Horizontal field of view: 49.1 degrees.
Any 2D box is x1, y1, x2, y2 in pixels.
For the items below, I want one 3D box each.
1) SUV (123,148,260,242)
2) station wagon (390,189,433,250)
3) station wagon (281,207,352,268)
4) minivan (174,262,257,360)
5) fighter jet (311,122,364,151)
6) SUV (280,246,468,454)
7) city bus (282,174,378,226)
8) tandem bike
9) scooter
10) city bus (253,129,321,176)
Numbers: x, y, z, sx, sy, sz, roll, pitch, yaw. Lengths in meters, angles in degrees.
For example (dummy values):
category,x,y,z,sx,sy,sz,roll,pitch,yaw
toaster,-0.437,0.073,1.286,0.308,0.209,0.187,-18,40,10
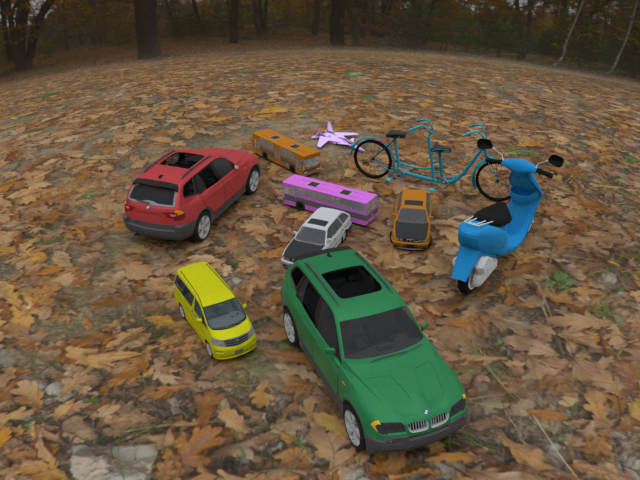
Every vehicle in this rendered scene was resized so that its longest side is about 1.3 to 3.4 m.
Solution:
category,x,y,z,sx,sy,sz,roll,pitch,yaw
SUV,-2.089,-0.991,11.852,1.276,1.128,3.058,10,31,18
station wagon,1.514,-0.384,11.437,0.682,0.473,1.597,4,29,8
station wagon,-0.045,-0.055,10.849,0.682,0.473,1.597,12,31,20
minivan,-1.372,0.889,9.013,0.681,0.616,1.548,-16,33,-26
fighter jet,0.467,-2.151,14.789,1.147,0.286,1.358,-24,37,-36
SUV,0.505,1.109,8.095,1.276,1.128,3.058,-11,31,-20
city bus,0.157,-0.679,11.977,1.674,0.460,0.476,16,33,27
tandem bike,2.018,-1.521,12.598,3.192,1.326,0.550,13,32,22
scooter,2.655,-0.415,10.146,1.288,1.786,2.721,19,35,31
city bus,-0.681,-1.724,13.847,0.476,0.460,1.674,-23,36,-35
